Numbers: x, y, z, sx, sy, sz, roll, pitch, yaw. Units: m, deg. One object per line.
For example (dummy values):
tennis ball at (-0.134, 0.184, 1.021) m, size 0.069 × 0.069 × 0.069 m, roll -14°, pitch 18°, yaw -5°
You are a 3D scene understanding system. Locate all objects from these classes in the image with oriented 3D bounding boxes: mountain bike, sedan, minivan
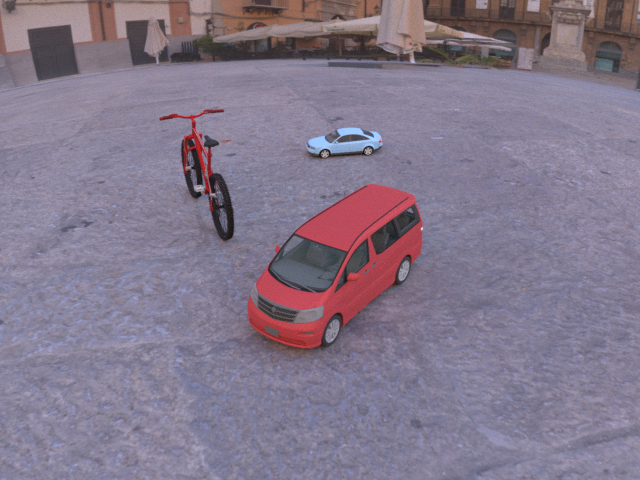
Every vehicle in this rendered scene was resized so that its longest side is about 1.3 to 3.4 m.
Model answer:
mountain bike at (-1.951, -1.181, 11.807) m, size 1.114 × 1.688 × 2.857 m, roll -12°, pitch 31°, yaw -21°
sedan at (0.510, -2.077, 14.734) m, size 1.613 × 0.483 × 0.635 m, roll -5°, pitch 29°, yaw -10°
minivan at (0.274, 0.276, 9.623) m, size 1.324 × 1.197 × 3.011 m, roll 19°, pitch 34°, yaw 31°
